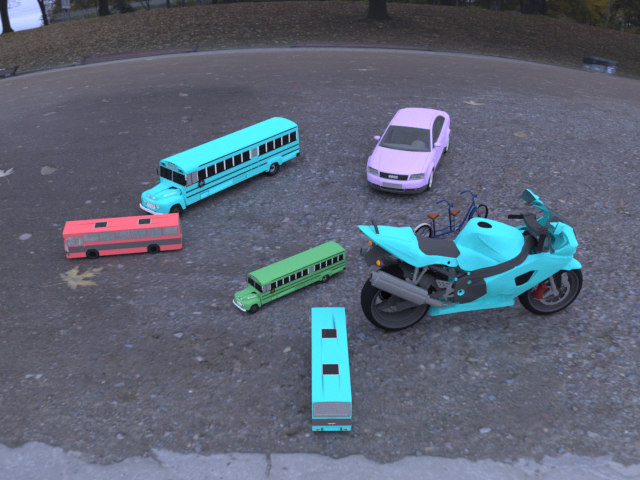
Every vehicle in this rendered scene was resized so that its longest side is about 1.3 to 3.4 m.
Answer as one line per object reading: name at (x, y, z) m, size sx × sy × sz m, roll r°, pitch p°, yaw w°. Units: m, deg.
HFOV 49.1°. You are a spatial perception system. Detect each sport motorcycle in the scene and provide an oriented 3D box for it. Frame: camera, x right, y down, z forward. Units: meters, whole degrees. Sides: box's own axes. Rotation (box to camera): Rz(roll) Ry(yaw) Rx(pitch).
sport motorcycle at (1.902, 0.339, 8.631) m, size 2.955 × 1.596 × 0.983 m, roll -4°, pitch 30°, yaw -8°

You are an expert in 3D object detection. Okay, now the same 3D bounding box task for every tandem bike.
tandem bike at (2.007, -0.331, 10.737) m, size 1.642 × 0.682 × 0.283 m, roll -19°, pitch 35°, yaw -29°

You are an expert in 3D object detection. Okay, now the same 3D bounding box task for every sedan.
sedan at (1.705, -1.824, 13.105) m, size 1.235 × 0.940 × 3.137 m, roll 9°, pitch 31°, yaw 15°

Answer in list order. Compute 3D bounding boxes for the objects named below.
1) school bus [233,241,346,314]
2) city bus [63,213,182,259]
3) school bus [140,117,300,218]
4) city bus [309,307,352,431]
school bus at (-0.406, 0.494, 9.535) m, size 1.708 × 0.434 × 0.365 m, roll -21°, pitch 36°, yaw -33°
city bus at (-2.925, -0.050, 10.467) m, size 1.674 × 0.460 × 0.476 m, roll -5°, pitch 30°, yaw -8°
school bus at (-1.700, -1.307, 12.292) m, size 0.709 × 0.844 × 3.322 m, roll 23°, pitch 37°, yaw 34°
city bus at (0.110, 1.422, 7.875) m, size 0.476 × 0.460 × 1.674 m, roll 0°, pitch 30°, yaw -1°
